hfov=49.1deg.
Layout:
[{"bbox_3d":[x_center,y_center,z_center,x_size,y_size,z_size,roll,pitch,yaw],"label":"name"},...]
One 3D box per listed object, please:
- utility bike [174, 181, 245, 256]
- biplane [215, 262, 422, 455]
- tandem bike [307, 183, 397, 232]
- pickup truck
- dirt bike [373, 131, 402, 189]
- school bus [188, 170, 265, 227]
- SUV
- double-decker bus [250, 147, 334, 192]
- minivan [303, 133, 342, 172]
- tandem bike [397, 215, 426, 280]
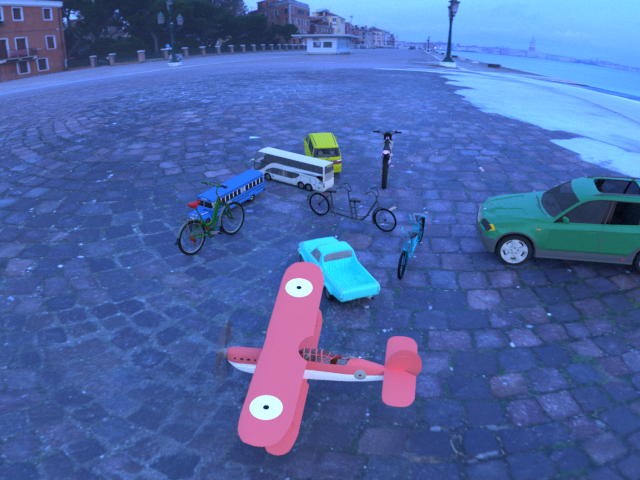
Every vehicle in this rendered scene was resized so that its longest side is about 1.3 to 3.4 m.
[{"bbox_3d":[-1.685,-0.374,10.501,0.535,0.946,1.435,19,33,33],"label":"utility bike"},{"bbox_3d":[-0.036,1.294,7.165,2.120,0.981,2.598,4,27,8],"label":"biplane"},{"bbox_3d":[0.490,-0.580,11.200,1.642,0.682,0.283,15,31,28],"label":"tandem bike"},{"bbox_3d":[0.227,0.344,9.564,0.640,0.511,1.603,-10,29,-19],"label":"pickup truck"},{"bbox_3d":[1.221,-1.553,12.932,0.527,0.857,1.493,3,27,7],"label":"dirt bike"},{"bbox_3d":[-1.563,-0.714,11.741,0.365,0.434,1.708,16,31,28],"label":"school bus"},{"bbox_3d":[3.842,-0.306,10.165,3.058,1.128,1.276,5,27,9],"label":"SUV"},{"bbox_3d":[-0.515,-1.300,12.781,1.672,0.541,0.389,17,31,30],"label":"double-decker bus"},{"bbox_3d":[0.038,-1.760,13.609,0.681,0.616,1.548,-3,27,-6],"label":"minivan"},{"bbox_3d":[1.343,-0.035,10.124,0.283,0.682,1.642,9,28,17],"label":"tandem bike"}]
